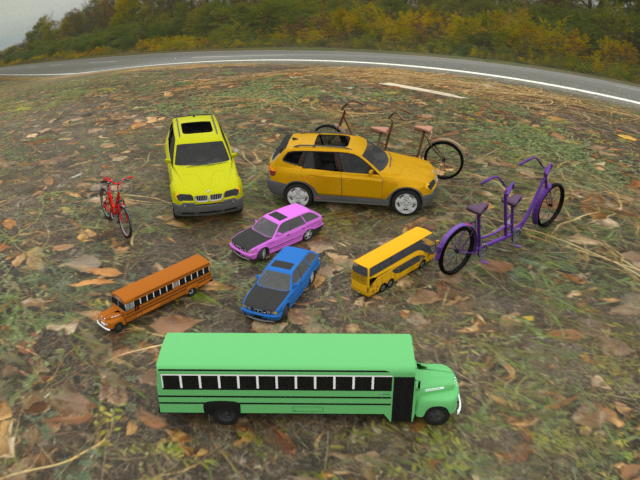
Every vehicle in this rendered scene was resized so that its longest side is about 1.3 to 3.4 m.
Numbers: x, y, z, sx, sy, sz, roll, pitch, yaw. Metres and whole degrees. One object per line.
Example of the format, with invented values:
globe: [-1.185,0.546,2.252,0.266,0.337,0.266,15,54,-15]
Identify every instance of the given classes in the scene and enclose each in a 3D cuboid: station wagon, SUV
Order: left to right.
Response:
SUV: [-2.181,-1.429,12.795,1.276,1.128,3.058,-7,30,-12]
station wagon: [-0.694,-0.169,11.200,1.597,0.473,0.682,-25,37,-37]
station wagon: [-0.538,0.565,9.879,0.682,0.473,1.597,11,31,19]
SUV: [0.576,-1.254,12.478,3.058,1.128,1.276,4,29,7]

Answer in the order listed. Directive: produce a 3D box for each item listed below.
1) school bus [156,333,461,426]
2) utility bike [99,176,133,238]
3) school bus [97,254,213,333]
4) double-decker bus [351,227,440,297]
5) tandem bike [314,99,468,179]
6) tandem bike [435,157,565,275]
school bus: [-0.096,1.517,7.782,3.322,0.844,0.709,0,29,1]
utility bike: [-3.371,-0.661,11.599,0.535,0.946,1.435,-19,34,-30]
school bus: [-2.266,0.720,9.640,0.365,0.434,1.708,25,38,37]
double-decker bus: [1.125,0.287,10.309,0.389,0.541,1.672,26,38,38]
tandem bike: [1.300,-1.968,13.560,3.192,1.326,0.550,11,31,20]
tandem bike: [2.882,-0.436,10.803,3.192,1.326,0.550,-22,36,-34]
